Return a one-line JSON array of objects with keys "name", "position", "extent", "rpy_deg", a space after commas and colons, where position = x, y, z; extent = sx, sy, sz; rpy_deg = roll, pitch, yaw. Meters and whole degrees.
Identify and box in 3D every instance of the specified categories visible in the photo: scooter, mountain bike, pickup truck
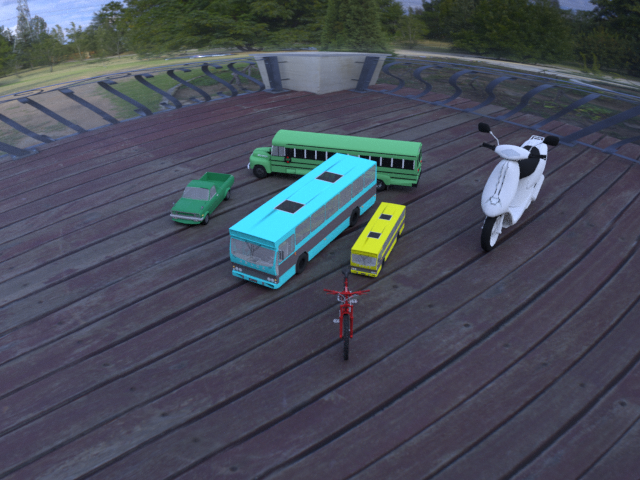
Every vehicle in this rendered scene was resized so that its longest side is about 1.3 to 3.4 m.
[{"name": "scooter", "position": [3.232, -1.076, 11.537], "extent": [1.288, 1.786, 2.721], "rpy_deg": [17, 34, 27]}, {"name": "mountain bike", "position": [0.337, 0.861, 9.081], "extent": [0.573, 0.868, 1.469], "rpy_deg": [1, 30, 1]}, {"name": "pickup truck", "position": [-2.053, -0.802, 12.342], "extent": [0.640, 0.511, 1.603], "rpy_deg": [8, 31, 13]}]

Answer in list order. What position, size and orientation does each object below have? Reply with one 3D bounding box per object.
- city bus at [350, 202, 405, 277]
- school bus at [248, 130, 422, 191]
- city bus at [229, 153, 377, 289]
[{"name": "city bus", "position": [0.933, -0.018, 11.026], "extent": [0.476, 0.460, 1.674], "rpy_deg": [10, 31, 18]}, {"name": "school bus", "position": [0.248, -1.541, 13.297], "extent": [3.322, 0.844, 0.709], "rpy_deg": [7, 31, 12]}, {"name": "city bus", "position": [-0.160, -0.373, 11.209], "extent": [0.926, 0.894, 3.255], "rpy_deg": [16, 34, 26]}]
